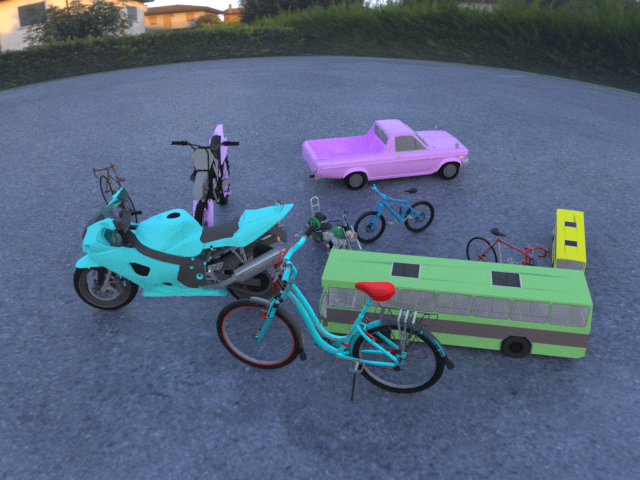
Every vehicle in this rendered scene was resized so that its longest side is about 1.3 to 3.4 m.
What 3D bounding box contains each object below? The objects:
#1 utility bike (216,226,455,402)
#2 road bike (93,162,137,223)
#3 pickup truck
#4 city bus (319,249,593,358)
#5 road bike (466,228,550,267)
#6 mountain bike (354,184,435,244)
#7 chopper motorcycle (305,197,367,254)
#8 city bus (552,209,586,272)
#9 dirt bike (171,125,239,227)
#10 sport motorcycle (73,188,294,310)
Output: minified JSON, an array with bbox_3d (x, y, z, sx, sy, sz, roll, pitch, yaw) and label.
[{"bbox_3d":[0.097,0.924,7.701,2.791,1.839,1.039,7,30,13],"label":"utility bike"},{"bbox_3d":[-3.431,-0.772,11.817,0.358,0.852,1.545,-20,34,-32],"label":"road bike"},{"bbox_3d":[1.246,-1.712,13.385,3.117,0.993,1.244,-7,30,-12],"label":"pickup truck"},{"bbox_3d":[1.659,0.815,8.880,3.255,0.894,0.926,5,29,9],"label":"city bus"},{"bbox_3d":[2.641,0.313,9.840,0.358,0.852,1.545,-19,34,-31],"label":"road bike"},{"bbox_3d":[1.202,-0.427,11.173,1.469,0.868,0.573,-12,31,-21],"label":"mountain bike"},{"bbox_3d":[0.286,-0.061,10.615,0.466,0.761,1.563,-17,33,-29],"label":"chopper motorcycle"},{"bbox_3d":[3.770,0.102,10.632,0.476,0.460,1.674,8,30,15],"label":"city bus"},{"bbox_3d":[-1.730,-0.921,11.243,1.024,1.666,2.903,1,29,1],"label":"dirt bike"},{"bbox_3d":[-1.814,0.203,9.267,2.955,1.596,0.983,-2,29,-4],"label":"sport motorcycle"}]
